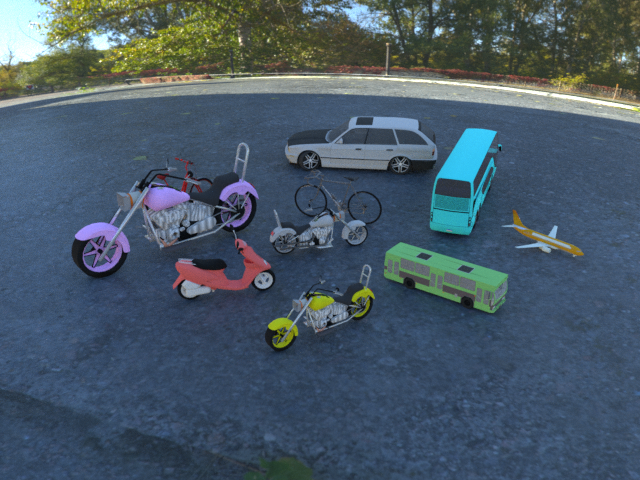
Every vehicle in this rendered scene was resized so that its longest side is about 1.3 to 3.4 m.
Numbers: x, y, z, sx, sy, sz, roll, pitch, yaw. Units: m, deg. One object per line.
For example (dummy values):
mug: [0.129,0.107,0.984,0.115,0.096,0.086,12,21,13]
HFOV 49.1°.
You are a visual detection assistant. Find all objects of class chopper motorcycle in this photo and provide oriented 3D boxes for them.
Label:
chopper motorcycle: [-0.005,-0.193,10.732,1.563,0.761,0.466,-8,27,-16]
chopper motorcycle: [-2.254,-0.486,10.513,3.040,1.480,0.906,-19,32,-34]
chopper motorcycle: [0.022,0.826,8.618,1.563,0.761,0.466,-16,30,-30]

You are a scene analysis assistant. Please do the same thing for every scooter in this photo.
scooter: [-1.295,0.341,9.442,1.399,0.919,0.662,-6,26,-13]

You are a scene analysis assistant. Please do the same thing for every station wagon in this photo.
station wagon: [0.835,-2.000,14.301,3.105,0.920,1.327,3,26,6]

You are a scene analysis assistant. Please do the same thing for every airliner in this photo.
airliner: [3.524,-0.096,10.913,1.161,0.429,1.307,-22,33,-38]

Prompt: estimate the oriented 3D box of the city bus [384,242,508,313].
city bus: [1.700,0.515,9.609,1.674,0.460,0.476,18,31,32]

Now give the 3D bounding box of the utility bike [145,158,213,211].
utility bike: [-2.448,-0.904,11.996,1.435,0.946,0.535,-21,33,-37]

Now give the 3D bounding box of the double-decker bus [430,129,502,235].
double-decker bus: [2.610,-1.126,12.336,0.756,1.052,3.251,9,27,18]

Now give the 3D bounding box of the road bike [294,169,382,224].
road bike: [0.291,-0.718,11.718,1.545,0.852,0.358,9,27,17]
